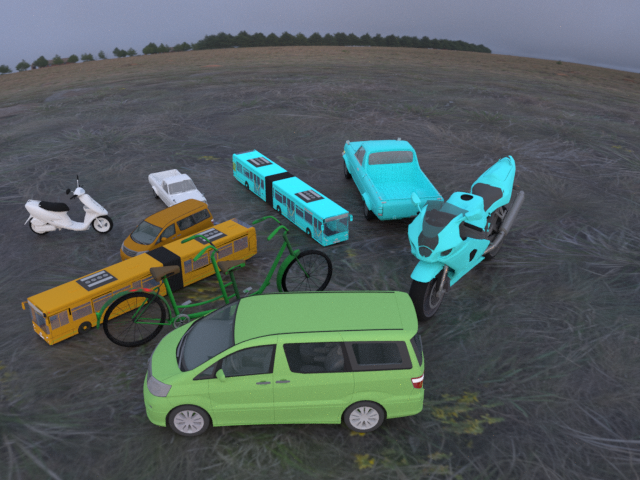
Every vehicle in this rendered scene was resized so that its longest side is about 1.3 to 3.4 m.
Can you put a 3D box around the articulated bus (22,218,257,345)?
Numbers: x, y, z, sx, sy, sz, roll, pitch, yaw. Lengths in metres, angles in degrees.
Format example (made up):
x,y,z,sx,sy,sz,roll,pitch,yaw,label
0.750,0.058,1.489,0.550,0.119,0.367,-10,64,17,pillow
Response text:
x,y,z,sx,sy,sz,roll,pitch,yaw,label
-2.337,0.490,9.758,3.401,0.561,0.605,-24,36,-38,articulated bus

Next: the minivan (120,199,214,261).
x,y,z,sx,sy,sz,roll,pitch,yaw,label
-2.366,-0.105,10.837,0.681,0.616,1.548,20,34,34,minivan

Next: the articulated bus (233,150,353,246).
x,y,z,sx,sy,sz,roll,pitch,yaw,label
-0.598,-0.813,12.253,0.605,0.561,3.401,-16,31,-27,articulated bus

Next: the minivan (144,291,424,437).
x,y,z,sx,sy,sz,roll,pitch,yaw,label
-0.399,1.268,7.582,3.011,1.197,1.324,-1,28,-2,minivan

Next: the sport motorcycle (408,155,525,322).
x,y,z,sx,sy,sz,roll,pitch,yaw,label
2.009,-0.077,9.725,0.983,1.596,2.955,18,32,30,sport motorcycle

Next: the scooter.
x,y,z,sx,sy,sz,roll,pitch,yaw,label
-4.080,-0.505,11.277,1.399,0.919,0.662,-1,28,-3,scooter

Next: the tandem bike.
x,y,z,sx,sy,sz,roll,pitch,yaw,label
-1.256,0.496,8.919,3.192,1.326,0.550,-13,30,-23,tandem bike

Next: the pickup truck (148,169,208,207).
x,y,z,sx,sy,sz,roll,pitch,yaw,label
-2.549,-0.899,12.470,0.640,0.511,1.603,-15,31,-26,pickup truck

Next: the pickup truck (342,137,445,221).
x,y,z,sx,sy,sz,roll,pitch,yaw,label
1.229,-1.195,12.518,1.244,0.993,3.117,-4,28,-8,pickup truck
